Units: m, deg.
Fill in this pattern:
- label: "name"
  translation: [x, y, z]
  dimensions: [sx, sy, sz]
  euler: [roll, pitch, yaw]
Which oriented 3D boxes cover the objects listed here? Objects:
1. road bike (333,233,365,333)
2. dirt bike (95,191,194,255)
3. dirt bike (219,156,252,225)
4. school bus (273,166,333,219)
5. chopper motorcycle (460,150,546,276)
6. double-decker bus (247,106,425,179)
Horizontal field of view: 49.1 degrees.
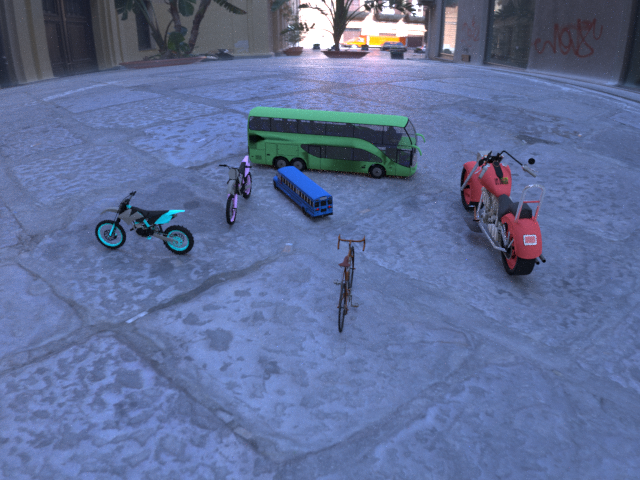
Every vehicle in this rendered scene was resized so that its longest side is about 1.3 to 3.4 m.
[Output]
- label: "road bike"
  translation: [0.338, 0.480, 8.734]
  dimensions: [0.358, 0.852, 1.545]
  euler: [4, 28, 8]
- label: "dirt bike"
  translation: [-2.548, -0.208, 10.047]
  dimensions: [1.493, 0.857, 0.527]
  euler: [4, 28, 8]
- label: "dirt bike"
  translation: [-1.307, -0.873, 11.322]
  dimensions: [0.527, 0.857, 1.493]
  euler: [4, 28, 7]
- label: "school bus"
  translation: [-0.325, -0.838, 11.711]
  dimensions: [0.365, 0.434, 1.708]
  euler: [-13, 30, -24]
- label: "chopper motorcycle"
  translation: [2.592, -0.664, 10.248]
  dimensions: [0.906, 1.480, 3.040]
  euler: [-2, 28, -4]
- label: "double-decker bus"
  translation: [0.276, -1.803, 12.893]
  dimensions: [3.251, 1.052, 0.756]
  euler: [6, 28, 11]
